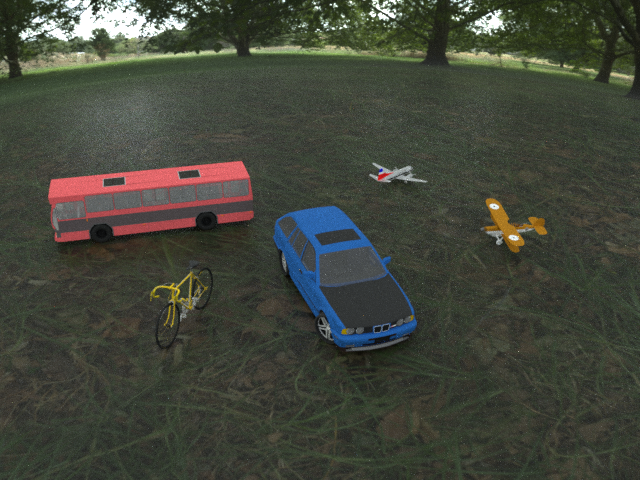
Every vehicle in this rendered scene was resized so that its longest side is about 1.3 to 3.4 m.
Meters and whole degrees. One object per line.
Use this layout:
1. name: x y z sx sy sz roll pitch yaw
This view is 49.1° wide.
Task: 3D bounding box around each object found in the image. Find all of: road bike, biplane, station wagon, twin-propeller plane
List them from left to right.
1. road bike: -1.772 0.765 9.208 0.358 0.852 1.545 9 29 16
2. station wagon: 0.266 0.381 9.871 1.327 0.920 3.105 -9 29 -17
3. twin-propeller plane: 1.488 -1.328 13.702 1.095 0.407 1.370 -25 36 -39
4. biplane: 3.140 -0.185 11.405 1.090 0.504 1.336 -4 28 -7

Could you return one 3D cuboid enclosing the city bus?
1. city bus: -2.808 -0.636 11.849 3.255 0.894 0.926 -7 28 -14
